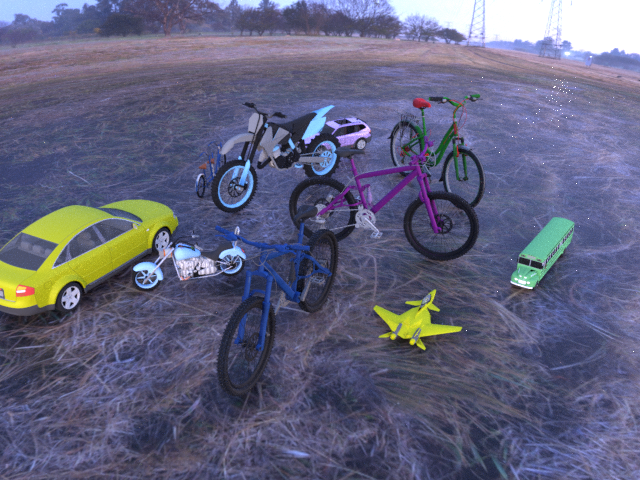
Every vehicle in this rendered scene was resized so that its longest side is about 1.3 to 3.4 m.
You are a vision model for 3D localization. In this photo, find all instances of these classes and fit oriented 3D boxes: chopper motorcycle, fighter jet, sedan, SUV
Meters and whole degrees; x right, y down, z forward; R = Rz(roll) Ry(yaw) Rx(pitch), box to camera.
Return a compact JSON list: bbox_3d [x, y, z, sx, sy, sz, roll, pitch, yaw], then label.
[{"bbox_3d":[-1.786,0.253,9.551,1.563,0.761,0.466,-8,29,-15],"label":"chopper motorcycle"},{"bbox_3d":[1.266,0.874,8.873,1.147,0.286,1.358,13,30,23],"label":"fighter jet"},{"bbox_3d":[-3.278,0.021,9.802,1.235,0.940,3.137,15,31,26],"label":"sedan"},{"bbox_3d":[0.299,-2.123,14.295,1.572,0.580,0.656,-14,31,-25],"label":"SUV"}]

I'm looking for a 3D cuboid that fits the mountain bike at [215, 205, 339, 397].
[{"bbox_3d":[-0.403,0.498,8.080,1.114,1.688,2.857,12,30,22],"label":"mountain bike"}]

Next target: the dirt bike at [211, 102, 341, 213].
[{"bbox_3d":[-0.671,-1.519,11.966,2.903,1.666,1.024,-24,36,-38],"label":"dirt bike"}]

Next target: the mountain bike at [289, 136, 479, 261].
[{"bbox_3d":[0.889,-0.585,10.153,2.857,1.688,1.114,8,29,16],"label":"mountain bike"}]

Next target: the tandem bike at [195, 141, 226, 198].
[{"bbox_3d":[-1.970,-1.325,12.657,0.283,0.682,1.642,5,28,10],"label":"tandem bike"}]

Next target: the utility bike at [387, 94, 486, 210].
[{"bbox_3d":[2.067,-1.742,12.207,1.039,1.839,2.791,-14,31,-25],"label":"utility bike"}]

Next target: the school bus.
[{"bbox_3d":[3.202,0.182,10.040,0.365,0.434,1.708,18,32,30],"label":"school bus"}]
